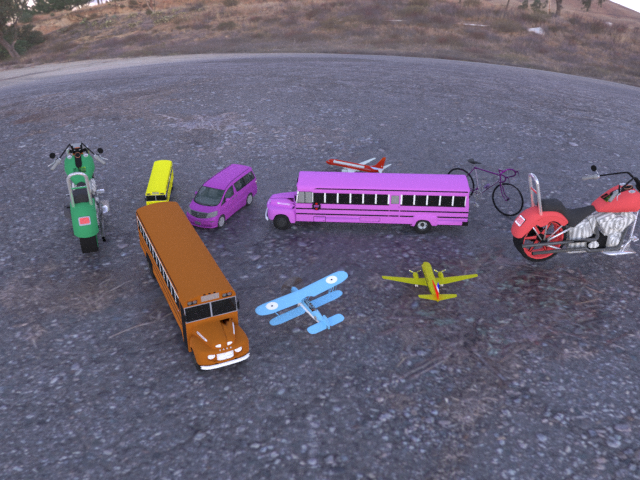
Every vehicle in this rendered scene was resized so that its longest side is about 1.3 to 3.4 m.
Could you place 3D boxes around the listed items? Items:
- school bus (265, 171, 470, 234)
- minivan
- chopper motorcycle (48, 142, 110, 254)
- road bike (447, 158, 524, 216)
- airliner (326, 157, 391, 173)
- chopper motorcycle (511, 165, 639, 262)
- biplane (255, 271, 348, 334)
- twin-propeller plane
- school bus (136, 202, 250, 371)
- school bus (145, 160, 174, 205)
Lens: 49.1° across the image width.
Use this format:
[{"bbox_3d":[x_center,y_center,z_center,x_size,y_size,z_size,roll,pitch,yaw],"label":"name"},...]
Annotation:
[{"bbox_3d":[0.756,-0.651,11.563,3.322,0.844,0.709,2,29,3],"label":"school bus"},{"bbox_3d":[-1.677,-0.757,11.993,0.681,0.616,1.548,13,31,21],"label":"minivan"},{"bbox_3d":[-3.878,-0.938,11.425,0.906,1.480,3.040,-9,30,-16],"label":"chopper motorcycle"},{"bbox_3d":[2.836,-0.951,12.101,1.545,0.852,0.358,24,37,37],"label":"road bike"},{"bbox_3d":[0.689,-1.509,13.549,1.307,0.429,1.161,15,32,25],"label":"airliner"},{"bbox_3d":[4.347,-0.399,10.448,3.040,1.480,0.906,-5,29,-9],"label":"chopper motorcycle"},{"bbox_3d":[-0.152,0.885,9.128,1.336,0.504,1.090,-15,32,-25],"label":"biplane"},{"bbox_3d":[1.568,0.535,9.863,1.370,0.407,1.095,-1,29,-2],"label":"twin-propeller plane"},{"bbox_3d":[-1.781,0.516,9.444,0.709,0.844,3.322,-12,31,-21],"label":"school bus"},{"bbox_3d":[-2.850,-0.903,12.446,0.365,0.434,1.708,-3,29,-5],"label":"school bus"}]
